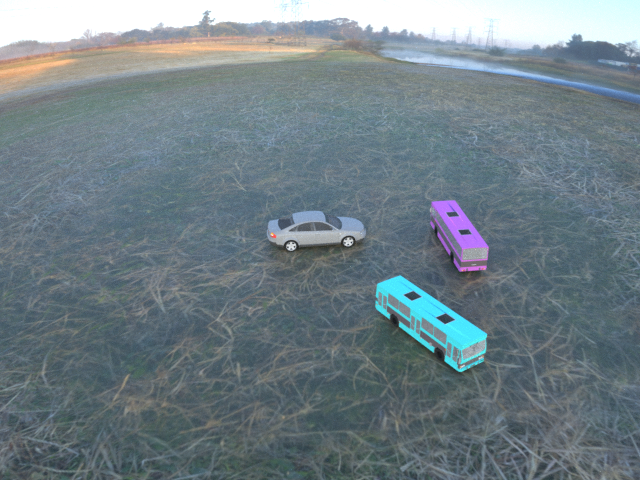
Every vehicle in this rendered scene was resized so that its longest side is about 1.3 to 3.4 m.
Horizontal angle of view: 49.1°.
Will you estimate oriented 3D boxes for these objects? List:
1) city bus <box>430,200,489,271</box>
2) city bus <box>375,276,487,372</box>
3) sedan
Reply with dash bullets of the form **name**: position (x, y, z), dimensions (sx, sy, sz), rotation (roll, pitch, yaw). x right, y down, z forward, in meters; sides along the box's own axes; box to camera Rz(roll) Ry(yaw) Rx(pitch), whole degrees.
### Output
- **city bus**: position (2.180, -0.069, 11.127), dimensions (0.476, 0.460, 1.674), rotation (-4, 28, -7)
- **city bus**: position (1.387, 1.058, 9.015), dimensions (0.476, 0.460, 1.674), rotation (-17, 33, -29)
- **sedan**: position (-0.055, -0.192, 11.333), dimensions (1.613, 0.483, 0.635), rotation (-4, 28, -8)
